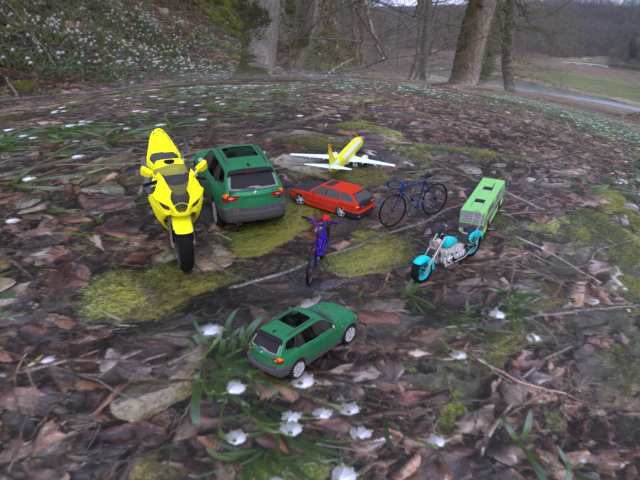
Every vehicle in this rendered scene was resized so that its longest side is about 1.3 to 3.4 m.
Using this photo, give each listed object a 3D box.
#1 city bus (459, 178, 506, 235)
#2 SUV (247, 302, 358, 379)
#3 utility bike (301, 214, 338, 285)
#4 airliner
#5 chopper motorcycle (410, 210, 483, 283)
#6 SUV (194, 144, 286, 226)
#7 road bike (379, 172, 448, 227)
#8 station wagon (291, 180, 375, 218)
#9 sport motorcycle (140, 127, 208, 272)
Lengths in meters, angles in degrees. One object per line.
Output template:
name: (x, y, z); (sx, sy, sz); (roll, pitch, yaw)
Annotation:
city bus: (2.853, -0.587, 12.266); (0.476, 0.460, 1.674); (11, 28, 22)
SUV: (-0.183, 1.125, 8.592); (0.656, 0.580, 1.572); (20, 32, 36)
utility bike: (0.033, 0.028, 10.438); (0.535, 0.946, 1.435); (6, 26, 12)
airliner: (0.537, -1.945, 14.640); (2.257, 0.835, 2.541); (8, 27, 16)
chopper motorcycle: (1.929, 0.087, 10.528); (1.563, 0.761, 0.466); (-22, 33, -37)
SUV: (-1.522, -1.216, 12.800); (1.276, 1.128, 3.058); (-8, 27, -17)
road bike: (1.635, -0.726, 12.104); (1.545, 0.852, 0.358); (-16, 30, -30)
station wagon: (0.210, -0.827, 12.748); (1.597, 0.473, 0.682); (19, 31, 33)
sport motorcycle: (-2.376, -0.721, 11.240); (0.983, 1.596, 2.955); (-8, 27, -16)
